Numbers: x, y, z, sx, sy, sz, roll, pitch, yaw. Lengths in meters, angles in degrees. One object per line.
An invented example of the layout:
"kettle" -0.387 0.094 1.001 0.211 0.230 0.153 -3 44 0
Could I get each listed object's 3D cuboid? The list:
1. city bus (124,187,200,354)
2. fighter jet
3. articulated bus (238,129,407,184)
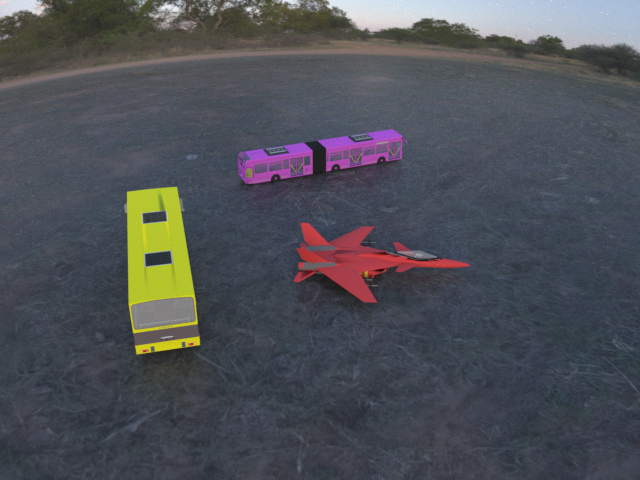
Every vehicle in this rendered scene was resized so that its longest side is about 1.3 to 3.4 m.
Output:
"city bus" -2.277 0.337 9.963 0.926 0.894 3.255 -7 30 -12
"fighter jet" 0.957 0.202 10.551 2.640 0.557 2.229 1 29 3
"articulated bus" 0.077 -1.666 13.886 3.401 0.561 0.605 -12 31 -20
